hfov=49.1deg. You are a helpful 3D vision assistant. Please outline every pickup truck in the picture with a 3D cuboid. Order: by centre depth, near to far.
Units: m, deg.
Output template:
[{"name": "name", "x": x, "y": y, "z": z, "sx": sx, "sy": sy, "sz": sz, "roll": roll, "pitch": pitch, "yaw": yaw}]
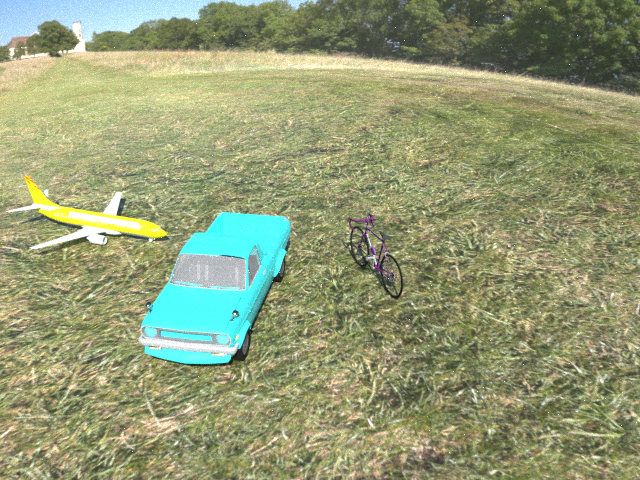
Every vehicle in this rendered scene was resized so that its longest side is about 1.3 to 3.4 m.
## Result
[{"name": "pickup truck", "x": -1.226, "y": 0.405, "z": 9.001, "sx": 1.244, "sy": 0.993, "sz": 3.117, "roll": 4, "pitch": 27, "yaw": 9}]

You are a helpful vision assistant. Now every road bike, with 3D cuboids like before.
[{"name": "road bike", "x": 0.760, "y": 0.174, "z": 9.628, "sx": 0.358, "sy": 0.852, "sz": 1.545, "roll": -11, "pitch": 28, "yaw": -21}]

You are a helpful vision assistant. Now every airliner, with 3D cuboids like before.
[{"name": "airliner", "x": -3.551, "y": -0.478, "z": 10.966, "sx": 2.541, "sy": 0.835, "sz": 2.257, "roll": 8, "pitch": 28, "yaw": 17}]
